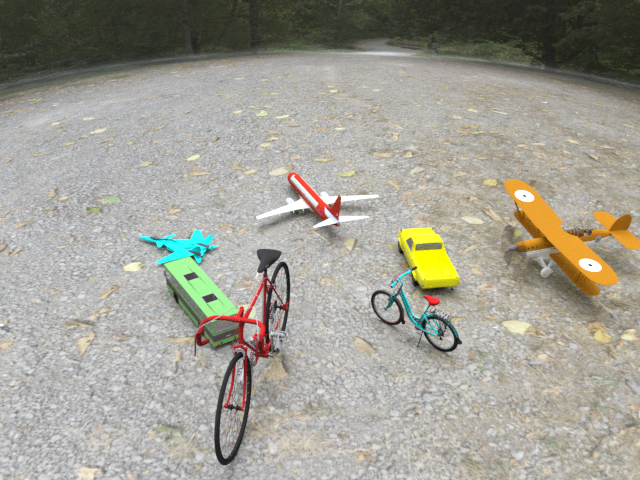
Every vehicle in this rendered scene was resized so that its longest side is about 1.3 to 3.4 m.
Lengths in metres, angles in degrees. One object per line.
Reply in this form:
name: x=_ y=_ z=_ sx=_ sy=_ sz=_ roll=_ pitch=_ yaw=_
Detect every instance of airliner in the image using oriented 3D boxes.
airliner: x=-0.120 y=-0.868 z=12.200 sx=2.257 sy=0.835 sz=2.541 roll=-11 pitch=31 yaw=-19

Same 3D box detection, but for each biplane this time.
biplane: x=3.771 y=0.015 z=10.499 sx=2.120 sy=0.981 sz=2.598 roll=-9 pitch=31 yaw=-16

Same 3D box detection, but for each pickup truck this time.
pickup truck: x=1.622 y=0.224 z=10.608 sx=0.640 sy=0.511 sz=1.603 roll=-3 pitch=30 yaw=-6

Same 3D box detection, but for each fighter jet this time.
fighter jet: x=-2.362 y=0.009 z=11.213 sx=1.358 sy=0.286 sz=1.147 roll=12 pitch=32 yaw=20

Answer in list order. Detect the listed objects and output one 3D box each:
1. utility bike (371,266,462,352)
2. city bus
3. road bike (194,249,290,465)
utility bike: x=1.192 y=0.901 z=8.976 sx=1.435 sy=0.946 sz=0.535 roll=24 pitch=37 yaw=36
city bus: x=-1.622 y=0.831 z=9.590 sx=0.476 sy=0.460 sz=1.674 roll=-17 pitch=34 yaw=-28
road bike: x=-0.710 y=1.079 z=7.942 sx=0.696 sy=1.656 sz=3.004 roll=6 pitch=30 yaw=10
